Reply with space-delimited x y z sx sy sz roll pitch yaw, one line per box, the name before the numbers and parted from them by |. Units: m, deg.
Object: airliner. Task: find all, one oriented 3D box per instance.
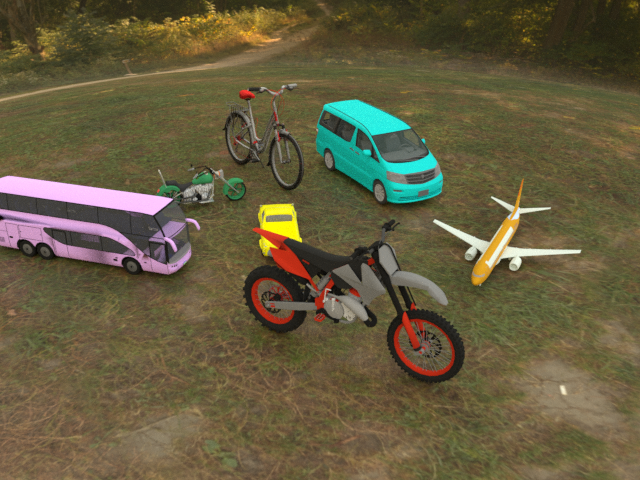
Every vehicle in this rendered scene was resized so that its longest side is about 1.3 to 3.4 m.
airliner | 2.688 -0.120 10.419 2.257 0.835 2.541 13 30 24

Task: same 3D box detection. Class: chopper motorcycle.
chopper motorcycle | -2.055 -0.959 12.139 1.563 0.761 0.466 -11 29 -20

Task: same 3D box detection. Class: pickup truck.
pickup truck | -0.639 -0.207 10.943 0.640 0.511 1.603 -3 27 -5

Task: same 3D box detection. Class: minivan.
minivan | 1.063 -1.687 13.082 1.324 1.197 3.011 -14 30 -25

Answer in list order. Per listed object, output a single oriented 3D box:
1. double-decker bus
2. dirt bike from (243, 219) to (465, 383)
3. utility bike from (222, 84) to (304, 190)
double-decker bus | -3.412 -0.222 10.379 3.251 1.052 0.756 8 28 16
dirt bike | 0.311 0.621 8.060 2.903 1.666 1.024 15 31 27
utility bike | -1.052 -2.118 13.219 1.039 1.839 2.791 -19 33 -32
